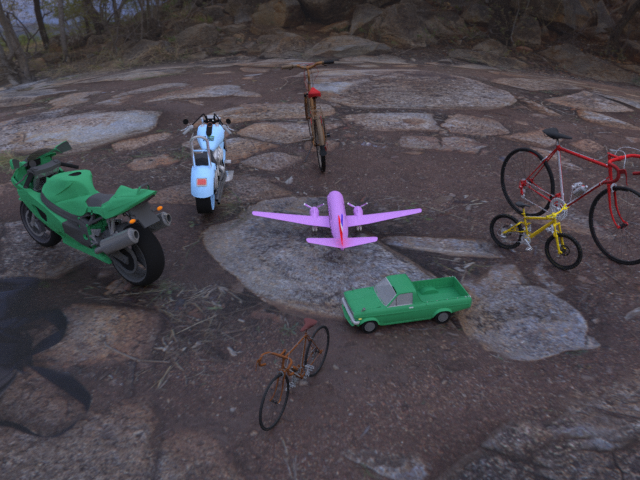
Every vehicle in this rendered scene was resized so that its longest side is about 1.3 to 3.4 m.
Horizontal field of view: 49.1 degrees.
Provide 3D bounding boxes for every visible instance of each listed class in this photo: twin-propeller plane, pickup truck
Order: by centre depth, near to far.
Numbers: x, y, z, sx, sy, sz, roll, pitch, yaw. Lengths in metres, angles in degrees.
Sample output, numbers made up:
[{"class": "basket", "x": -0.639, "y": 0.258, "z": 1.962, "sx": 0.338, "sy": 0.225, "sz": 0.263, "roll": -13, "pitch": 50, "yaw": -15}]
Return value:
[{"class": "pickup truck", "x": 1.093, "y": 0.738, "z": 8.876, "sx": 1.603, "sy": 0.511, "sz": 0.640, "roll": -6, "pitch": 28, "yaw": -12}, {"class": "twin-propeller plane", "x": 0.277, "y": -0.410, "z": 10.781, "sx": 2.663, "sy": 0.792, "sz": 2.129, "roll": -1, "pitch": 27, "yaw": -2}]

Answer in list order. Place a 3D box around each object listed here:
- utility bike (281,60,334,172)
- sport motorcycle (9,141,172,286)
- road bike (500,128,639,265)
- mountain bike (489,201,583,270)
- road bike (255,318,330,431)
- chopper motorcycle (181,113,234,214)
[{"class": "utility bike", "x": -0.198, "y": -2.493, "z": 13.653, "sx": 1.039, "sy": 1.839, "sz": 2.791, "roll": -3, "pitch": 28, "yaw": -6}, {"class": "sport motorcycle", "x": -3.301, "y": -0.363, "z": 9.819, "sx": 2.955, "sy": 1.596, "sz": 0.983, "roll": 17, "pitch": 32, "yaw": 29}, {"class": "road bike", "x": 3.836, "y": -0.785, "z": 10.566, "sx": 0.696, "sy": 1.656, "sz": 3.004, "roll": -16, "pitch": 31, "yaw": -27}, {"class": "mountain bike", "x": 3.120, "y": -0.119, "z": 10.138, "sx": 1.469, "sy": 0.868, "sz": 0.573, "roll": 24, "pitch": 36, "yaw": 38}, {"class": "road bike", "x": -0.244, "y": 1.324, "z": 7.381, "sx": 0.358, "sy": 0.852, "sz": 1.545, "roll": 13, "pitch": 30, "yaw": 24}, {"class": "chopper motorcycle", "x": -1.914, "y": -1.569, "z": 12.264, "sx": 0.906, "sy": 1.480, "sz": 3.040, "roll": -1, "pitch": 27, "yaw": -2}]
